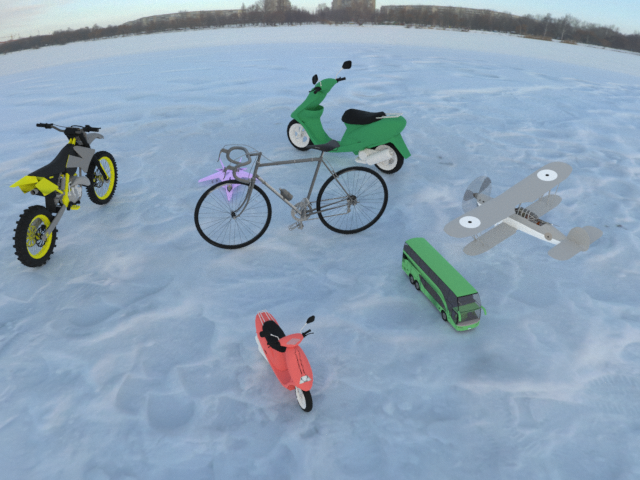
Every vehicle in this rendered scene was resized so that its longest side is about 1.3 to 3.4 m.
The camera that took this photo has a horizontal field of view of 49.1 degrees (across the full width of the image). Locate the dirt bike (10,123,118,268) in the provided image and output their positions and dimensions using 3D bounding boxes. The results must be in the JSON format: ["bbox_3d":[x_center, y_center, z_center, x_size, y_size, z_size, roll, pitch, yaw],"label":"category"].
[{"bbox_3d":[-3.895,-0.873,10.760,1.024,1.666,2.903,6,31,11],"label":"dirt bike"}]

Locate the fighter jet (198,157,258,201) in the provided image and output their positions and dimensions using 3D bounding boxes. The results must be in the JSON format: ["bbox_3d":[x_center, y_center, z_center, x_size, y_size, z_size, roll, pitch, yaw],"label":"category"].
[{"bbox_3d":[-1.607,-1.086,12.501,1.147,0.286,1.358,-2,30,-4],"label":"fighter jet"}]

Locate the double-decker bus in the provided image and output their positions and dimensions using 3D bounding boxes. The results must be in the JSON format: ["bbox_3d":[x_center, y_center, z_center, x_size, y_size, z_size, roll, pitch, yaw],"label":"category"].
[{"bbox_3d":[1.611,0.581,9.377,0.389,0.541,1.672,-11,32,-18],"label":"double-decker bus"}]

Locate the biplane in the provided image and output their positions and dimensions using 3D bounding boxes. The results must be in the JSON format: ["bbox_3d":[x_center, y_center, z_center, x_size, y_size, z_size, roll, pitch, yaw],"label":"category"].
[{"bbox_3d":[3.045,-0.266,10.397,2.598,0.981,2.120,-21,36,-31],"label":"biplane"}]

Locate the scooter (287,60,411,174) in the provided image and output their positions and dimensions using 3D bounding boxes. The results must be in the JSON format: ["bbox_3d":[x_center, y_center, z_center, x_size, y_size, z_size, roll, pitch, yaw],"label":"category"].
[{"bbox_3d":[0.479,-2.284,13.072,2.721,1.786,1.288,19,35,29],"label":"scooter"}]

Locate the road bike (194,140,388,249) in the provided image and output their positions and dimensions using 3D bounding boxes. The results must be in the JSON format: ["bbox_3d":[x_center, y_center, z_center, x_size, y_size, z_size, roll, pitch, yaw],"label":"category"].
[{"bbox_3d":[-0.391,-0.699,10.470,3.004,1.656,0.697,-7,31,-13],"label":"road bike"}]

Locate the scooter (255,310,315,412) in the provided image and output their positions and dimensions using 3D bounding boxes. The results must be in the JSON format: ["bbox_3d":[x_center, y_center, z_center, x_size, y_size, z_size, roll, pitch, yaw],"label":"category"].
[{"bbox_3d":[-0.420,1.224,7.892,0.662,0.919,1.399,-15,33,-23],"label":"scooter"}]
